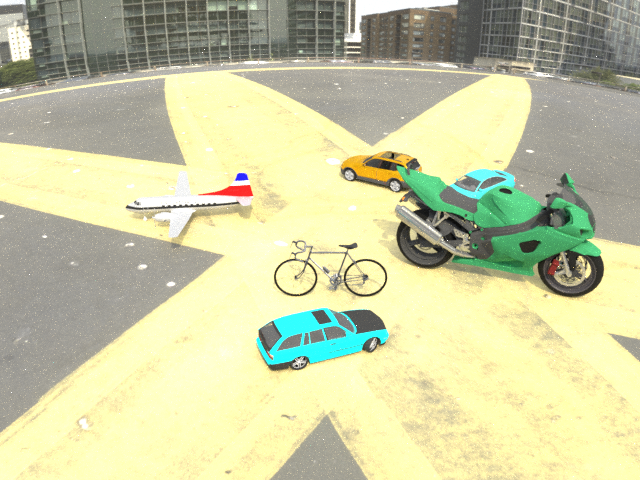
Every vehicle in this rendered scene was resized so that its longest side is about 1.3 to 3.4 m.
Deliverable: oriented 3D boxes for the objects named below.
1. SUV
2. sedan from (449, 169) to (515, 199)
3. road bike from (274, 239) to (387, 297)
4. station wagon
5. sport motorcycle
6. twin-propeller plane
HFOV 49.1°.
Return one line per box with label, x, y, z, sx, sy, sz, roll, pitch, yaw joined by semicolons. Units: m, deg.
SUV;1.150;-1.361;13.120;1.572;0.580;0.656;16;32;28
sedan;2.786;-0.945;12.431;1.613;0.483;0.635;-19;33;-31
road bike;0.144;0.402;9.463;1.545;0.852;0.358;0;28;0
station wagon;0.049;1.119;8.503;1.597;0.473;0.682;-10;29;-19
sport motorcycle;2.438;-0.148;9.710;2.955;1.596;0.983;12;30;21
twin-propeller plane;-2.175;-0.712;11.653;2.129;0.792;2.663;-3;28;-6
